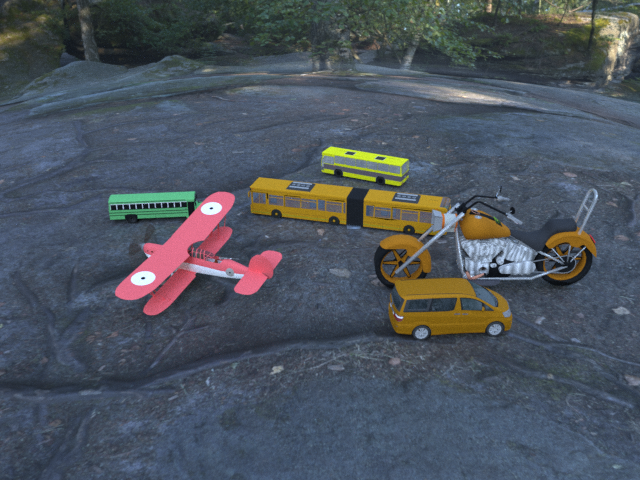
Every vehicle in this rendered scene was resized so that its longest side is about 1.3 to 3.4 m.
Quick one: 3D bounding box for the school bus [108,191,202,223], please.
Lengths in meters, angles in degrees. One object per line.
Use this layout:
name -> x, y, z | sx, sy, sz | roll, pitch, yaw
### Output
school bus -> -2.687, -0.566, 11.876 | 1.708, 0.434, 0.365 | -3, 27, -6

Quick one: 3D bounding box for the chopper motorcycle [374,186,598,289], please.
chopper motorcycle -> 2.277, -0.009, 9.594 | 3.040, 1.480, 0.906 | 0, 27, 0

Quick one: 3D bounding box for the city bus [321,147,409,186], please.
city bus -> 0.862, -1.413, 13.542 | 1.674, 0.460, 0.476 | 13, 29, 24

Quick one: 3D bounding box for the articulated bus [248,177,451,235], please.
articulated bus -> 0.454, -0.576, 11.754 | 3.401, 0.561, 0.605 | 7, 27, 14

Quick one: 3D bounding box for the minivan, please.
minivan -> 1.665, 0.833, 8.876 | 1.548, 0.616, 0.681 | -2, 27, -5

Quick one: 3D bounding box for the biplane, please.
biplane -> -1.602, 0.313, 9.507 | 2.120, 0.981, 2.598 | 11, 28, 20
